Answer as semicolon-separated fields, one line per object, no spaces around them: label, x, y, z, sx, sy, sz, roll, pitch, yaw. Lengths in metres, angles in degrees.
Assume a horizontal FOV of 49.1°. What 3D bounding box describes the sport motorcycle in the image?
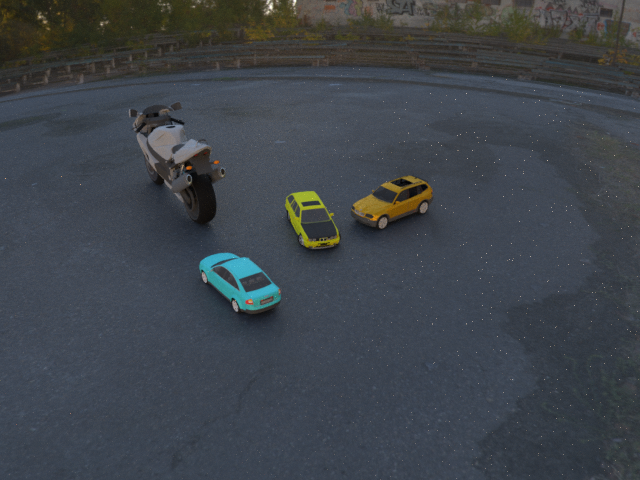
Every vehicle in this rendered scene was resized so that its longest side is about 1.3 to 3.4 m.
sport motorcycle;-2.538;-1.396;12.264;0.983;1.596;2.955;-16;31;-28

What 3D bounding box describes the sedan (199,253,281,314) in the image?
sedan;-1.146;0.512;9.751;0.635;0.483;1.613;-18;32;-31

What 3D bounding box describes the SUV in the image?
SUV;1.247;-0.683;11.984;1.572;0.580;0.656;-20;33;-34

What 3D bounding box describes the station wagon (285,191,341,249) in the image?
station wagon;-0.140;-0.374;11.497;0.682;0.473;1.597;-7;28;-13
